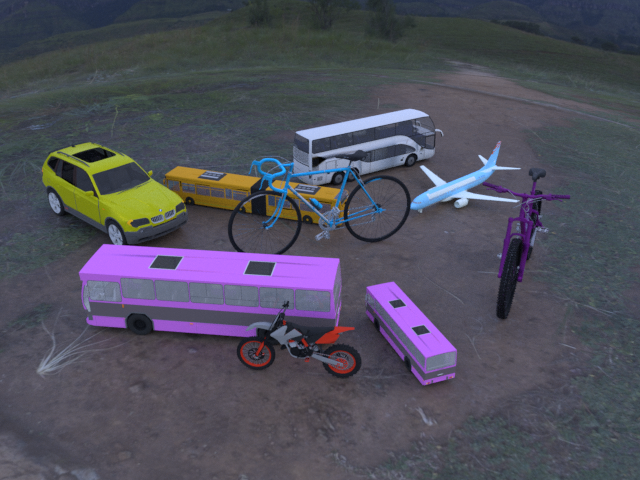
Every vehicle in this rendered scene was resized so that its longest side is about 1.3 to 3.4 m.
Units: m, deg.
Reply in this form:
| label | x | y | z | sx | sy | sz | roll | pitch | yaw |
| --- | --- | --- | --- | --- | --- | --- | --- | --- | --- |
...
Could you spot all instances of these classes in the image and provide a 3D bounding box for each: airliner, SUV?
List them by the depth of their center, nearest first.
| label | x | y | z | sx | sy | sz | roll | pitch | yaw |
| --- | --- | --- | --- | --- | --- | --- | --- | --- | --- |
| SUV | -3.564 | -0.858 | 11.900 | 3.058 | 1.128 | 1.276 | 23 | 35 | 37 |
| airliner | 2.520 | -1.146 | 12.779 | 2.541 | 0.835 | 2.257 | -22 | 34 | -36 |

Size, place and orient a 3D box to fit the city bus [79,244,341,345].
| label | x | y | z | sx | sy | sz | roll | pitch | yaw |
| --- | --- | --- | --- | --- | --- | --- | --- | --- | --- |
| city bus | -1.375 | 0.715 | 9.098 | 3.255 | 0.894 | 0.926 | 3 | 27 | 6 |

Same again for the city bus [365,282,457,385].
| label | x | y | z | sx | sy | sz | roll | pitch | yaw |
| --- | --- | --- | --- | --- | --- | --- | --- | --- | --- |
| city bus | 1.092 | 1.143 | 8.739 | 0.476 | 0.460 | 1.674 | -10 | 29 | -18 |

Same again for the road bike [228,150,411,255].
| label | x | y | z | sx | sy | sz | roll | pitch | yaw |
| --- | --- | --- | --- | --- | --- | --- | --- | --- | --- |
| road bike | 0.046 | -0.571 | 10.765 | 3.004 | 1.656 | 0.697 | -9 | 29 | -17 |

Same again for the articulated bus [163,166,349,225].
| label | x | y | z | sx | sy | sz | roll | pitch | yaw |
| --- | --- | --- | --- | --- | --- | --- | --- | --- | --- |
| articulated bus | -1.165 | -0.793 | 12.393 | 3.401 | 0.561 | 0.605 | 9 | 29 | 18 |

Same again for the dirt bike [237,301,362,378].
| label | x | y | z | sx | sy | sz | roll | pitch | yaw |
| --- | --- | --- | --- | --- | --- | --- | --- | --- | --- |
| dirt bike | -0.255 | 1.214 | 8.168 | 1.493 | 0.857 | 0.527 | 4 | 27 | 7 |

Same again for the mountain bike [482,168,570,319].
| label | x | y | z | sx | sy | sz | roll | pitch | yaw |
| --- | --- | --- | --- | --- | --- | --- | --- | --- | --- |
| mountain bike | 2.872 | -0.125 | 9.864 | 1.114 | 1.688 | 2.857 | 12 | 29 | 21 |

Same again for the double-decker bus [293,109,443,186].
| label | x | y | z | sx | sy | sz | roll | pitch | yaw |
| --- | --- | --- | --- | --- | --- | --- | --- | --- | --- |
| double-decker bus | 0.983 | -1.882 | 13.974 | 3.251 | 1.052 | 0.756 | -16 | 31 | -29 |
